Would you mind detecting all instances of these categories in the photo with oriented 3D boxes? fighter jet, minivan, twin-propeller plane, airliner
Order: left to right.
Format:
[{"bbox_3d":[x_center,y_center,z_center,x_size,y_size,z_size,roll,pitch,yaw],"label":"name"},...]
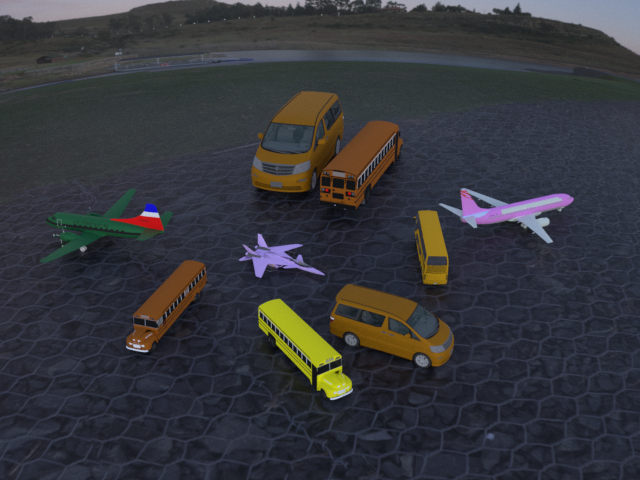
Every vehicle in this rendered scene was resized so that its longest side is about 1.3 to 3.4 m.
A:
[{"bbox_3d":[-3.449,-0.315,11.105,2.129,0.792,2.663,7,29,13],"label":"twin-propeller plane"},{"bbox_3d":[-0.512,0.270,10.551,1.358,0.286,1.147,16,32,27],"label":"fighter jet"},{"bbox_3d":[-0.389,-1.960,13.737,1.324,1.197,3.011,7,29,13],"label":"minivan"},{"bbox_3d":[0.906,1.052,8.750,1.548,0.616,0.681,13,31,23],"label":"minivan"},{"bbox_3d":[3.316,-0.665,11.711,2.541,0.835,2.257,-13,31,-23],"label":"airliner"}]

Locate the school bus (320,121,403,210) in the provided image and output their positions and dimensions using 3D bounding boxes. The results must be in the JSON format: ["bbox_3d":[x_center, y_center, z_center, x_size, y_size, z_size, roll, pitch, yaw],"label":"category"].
[{"bbox_3d":[0.882,-1.518,13.288,0.709,0.844,3.322,10,30,18],"label":"school bus"}]

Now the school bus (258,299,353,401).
[{"bbox_3d":[-0.197,1.304,8.472,0.365,0.434,1.708,-17,33,-28],"label":"school bus"}]

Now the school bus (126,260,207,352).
[{"bbox_3d":[-2.021,0.861,9.295,0.365,0.434,1.708,8,29,15],"label":"school bus"}]

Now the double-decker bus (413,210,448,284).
[{"bbox_3d":[1.680,0.069,10.656,0.389,0.541,1.672,1,28,2],"label":"double-decker bus"}]
